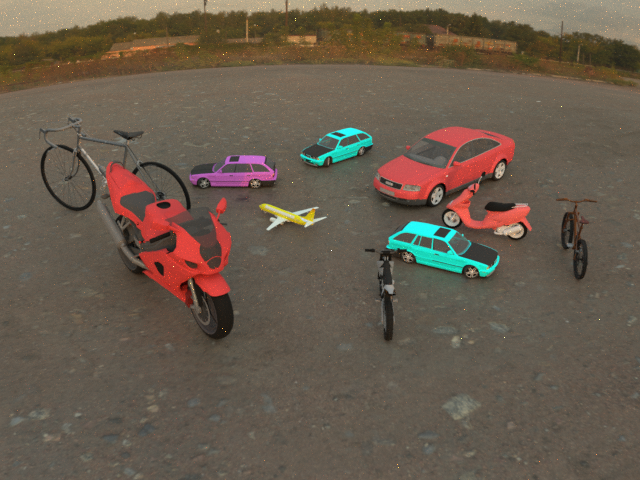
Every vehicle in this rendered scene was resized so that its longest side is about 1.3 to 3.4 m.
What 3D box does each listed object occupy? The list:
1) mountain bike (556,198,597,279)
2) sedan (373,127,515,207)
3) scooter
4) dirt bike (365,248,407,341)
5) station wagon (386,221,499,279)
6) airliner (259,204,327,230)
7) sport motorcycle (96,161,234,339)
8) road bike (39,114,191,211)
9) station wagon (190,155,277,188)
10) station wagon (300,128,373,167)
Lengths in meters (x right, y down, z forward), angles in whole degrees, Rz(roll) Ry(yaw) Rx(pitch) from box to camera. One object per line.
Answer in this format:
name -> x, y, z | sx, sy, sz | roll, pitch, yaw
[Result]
mountain bike -> 3.663, -0.075, 10.033 | 0.573, 0.868, 1.469 | 3, 27, 6
sedan -> 2.291, -1.452, 12.665 | 3.137, 0.940, 1.235 | -22, 34, -37
scooter -> 2.587, -0.507, 10.827 | 1.399, 0.919, 0.662 | 12, 29, 22
dirt bike -> 0.822, 0.567, 8.779 | 0.527, 0.857, 1.493 | 0, 27, 1
station wagon -> 1.783, 0.105, 10.113 | 1.597, 0.473, 0.682 | 14, 30, 25
airliner -> -0.536, -0.482, 11.317 | 1.307, 0.429, 1.161 | 23, 35, 37
sport motorcycle -> -1.968, 0.071, 8.939 | 0.983, 1.596, 2.955 | -20, 33, -34
road bike -> -3.331, -1.063, 11.108 | 3.004, 1.656, 0.696 | 12, 29, 22
station wagon -> -1.589, -1.270, 12.821 | 1.597, 0.473, 0.682 | 0, 27, 0
station wagon -> 0.337, -1.887, 14.037 | 1.597, 0.473, 0.682 | -23, 35, -37
